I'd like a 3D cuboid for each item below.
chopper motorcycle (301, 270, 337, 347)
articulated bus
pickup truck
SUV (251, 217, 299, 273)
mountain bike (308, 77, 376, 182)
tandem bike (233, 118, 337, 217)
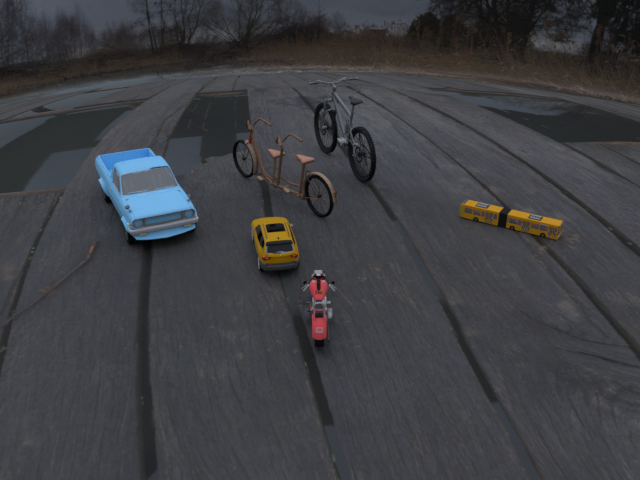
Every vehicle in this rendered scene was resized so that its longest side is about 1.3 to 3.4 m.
[{"bbox_3d":[-0.014,0.775,9.342,0.466,0.761,1.563,0,27,-1],"label":"chopper motorcycle"},{"bbox_3d":[3.275,-0.360,12.042,1.749,0.289,0.311,16,31,28],"label":"articulated bus"},{"bbox_3d":[-3.158,-0.966,12.446,1.244,0.993,3.117,-13,30,-23],"label":"pickup truck"},{"bbox_3d":[-0.722,-0.029,11.088,0.656,0.580,1.572,-5,28,-10],"label":"SUV"},{"bbox_3d":[0.472,-2.318,14.296,1.114,1.688,2.857,-11,29,-20],"label":"mountain bike"},{"bbox_3d":[-0.743,-1.418,12.956,0.550,1.326,3.192,-21,34,-34],"label":"tandem bike"}]
